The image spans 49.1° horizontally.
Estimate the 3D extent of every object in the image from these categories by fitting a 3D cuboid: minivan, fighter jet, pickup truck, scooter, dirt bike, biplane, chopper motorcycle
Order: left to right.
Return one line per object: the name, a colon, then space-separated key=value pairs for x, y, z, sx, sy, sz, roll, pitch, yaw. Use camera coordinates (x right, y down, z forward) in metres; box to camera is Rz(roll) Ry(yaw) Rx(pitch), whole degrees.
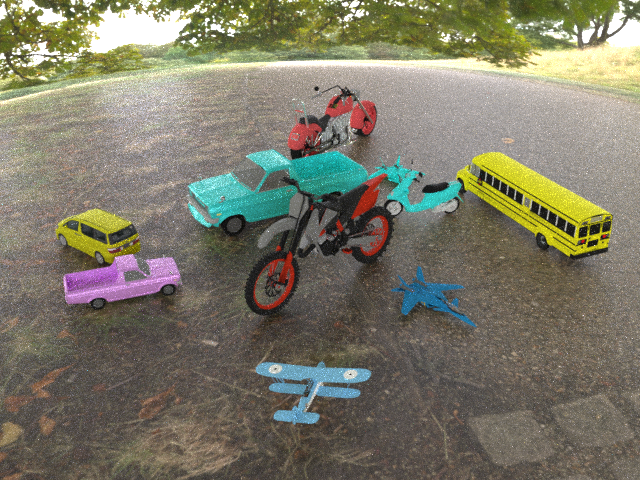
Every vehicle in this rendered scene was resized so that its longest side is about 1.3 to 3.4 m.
minivan: x=-3.510 y=-0.130 z=10.947 sx=1.548 sy=0.616 sz=0.681 roll=20 pitch=34 yaw=33
pickup truck: x=-2.770 y=0.533 z=9.828 sx=1.603 sy=0.511 sz=0.640 roll=-10 pitch=30 yaw=-19
pickup truck: x=-0.719 y=-0.995 z=12.154 sx=3.117 sy=0.993 sz=1.244 roll=-15 pitch=32 yaw=-26
biplane: x=-0.138 y=1.667 z=7.730 sx=1.336 sy=0.504 sz=1.090 roll=8 pitch=29 yaw=15
dirt bike: x=0.089 y=-0.073 z=9.735 sx=2.903 sy=1.666 sz=1.024 roll=-25 pitch=37 yaw=-38
chopper motorcycle: x=0.342 y=-2.549 z=14.526 sx=0.906 sy=1.480 sz=3.040 roll=18 pitch=33 yaw=30
fighter jet: x=1.494 y=-1.238 z=13.351 sx=1.147 sy=0.286 sz=1.358 roll=-5 pitch=29 yaw=-9
scooter: x=1.782 y=-0.845 z=11.955 sx=1.399 sy=0.919 sz=0.662 roll=-3 pitch=29 yaw=-6
fighter jet: x=1.638 y=0.802 z=9.564 sx=1.147 sy=0.286 sz=1.358 roll=-19 pitch=34 yaw=-32

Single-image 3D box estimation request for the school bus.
school bus: x=3.427 y=-0.704 z=11.772 sx=0.709 sy=0.844 sz=3.322 roll=-12 pitch=30 yaw=-20
